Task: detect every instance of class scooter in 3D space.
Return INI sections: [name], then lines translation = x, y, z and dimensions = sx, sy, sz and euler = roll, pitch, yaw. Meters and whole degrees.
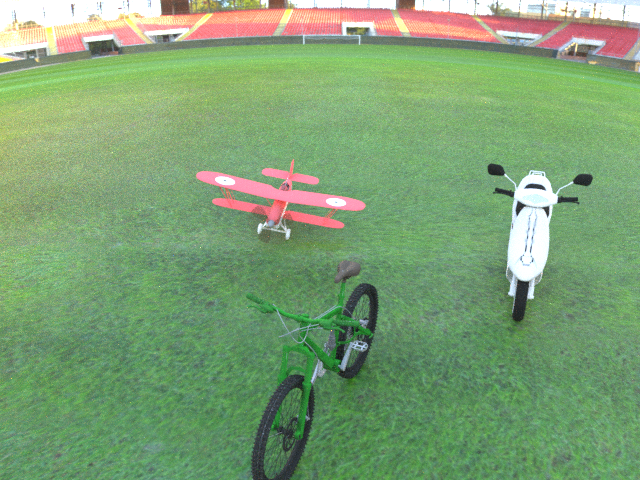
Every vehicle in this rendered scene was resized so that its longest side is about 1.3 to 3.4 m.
[scooter]
translation = 2.862, -0.248, 9.496
dimensions = 1.288, 1.786, 2.721
euler = 8, 29, 15

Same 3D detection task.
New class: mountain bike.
[mountain bike]
translation = 0.043, 1.131, 7.016
dimensions = 1.114, 1.688, 2.857
euler = 12, 30, 22

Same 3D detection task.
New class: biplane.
[biplane]
translation = -0.562, -0.659, 11.123
dimensions = 2.598, 0.981, 2.120
euler = 3, 28, 6
